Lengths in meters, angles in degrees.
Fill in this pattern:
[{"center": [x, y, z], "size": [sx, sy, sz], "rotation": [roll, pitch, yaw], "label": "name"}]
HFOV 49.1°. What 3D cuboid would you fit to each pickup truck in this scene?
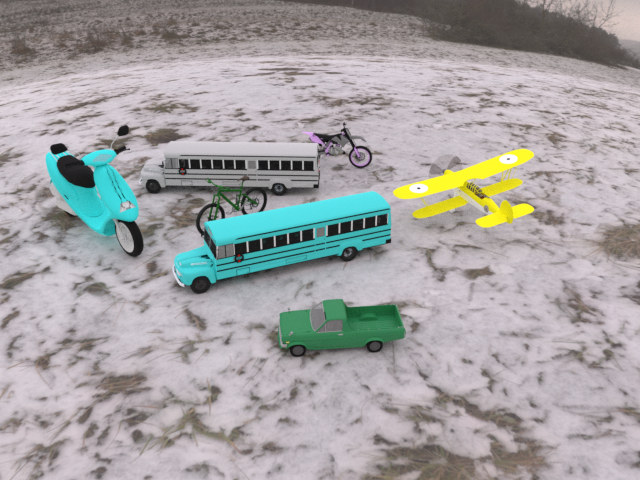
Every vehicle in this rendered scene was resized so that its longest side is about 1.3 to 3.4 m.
[{"center": [0.262, 1.060, 8.844], "size": [1.603, 0.511, 0.640], "rotation": [-3, 29, -5], "label": "pickup truck"}]

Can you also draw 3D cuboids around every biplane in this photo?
[{"center": [2.545, -0.733, 11.624], "size": [2.598, 0.981, 2.120], "rotation": [-11, 30, -19], "label": "biplane"}]

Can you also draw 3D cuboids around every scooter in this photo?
[{"center": [-3.648, -0.902, 11.095], "size": [1.288, 1.786, 2.721], "rotation": [-25, 38, -38], "label": "scooter"}]

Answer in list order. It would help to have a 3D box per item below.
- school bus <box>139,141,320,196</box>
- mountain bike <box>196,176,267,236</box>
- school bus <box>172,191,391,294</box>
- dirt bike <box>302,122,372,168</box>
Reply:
[{"center": [-1.666, -1.346, 12.884], "size": [3.322, 0.844, 0.709], "rotation": [1, 29, 2], "label": "school bus"}, {"center": [-1.445, -0.618, 11.530], "size": [1.469, 0.868, 0.573], "rotation": [-25, 38, -38], "label": "mountain bike"}, {"center": [-0.543, -0.009, 10.446], "size": [3.322, 0.844, 0.709], "rotation": [-12, 31, -20], "label": "school bus"}, {"center": [0.290, -1.836, 13.764], "size": [1.493, 0.857, 0.527], "rotation": [4, 29, 7], "label": "dirt bike"}]
